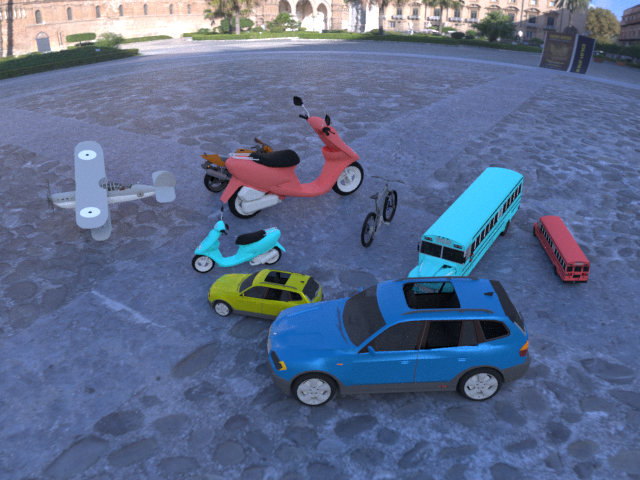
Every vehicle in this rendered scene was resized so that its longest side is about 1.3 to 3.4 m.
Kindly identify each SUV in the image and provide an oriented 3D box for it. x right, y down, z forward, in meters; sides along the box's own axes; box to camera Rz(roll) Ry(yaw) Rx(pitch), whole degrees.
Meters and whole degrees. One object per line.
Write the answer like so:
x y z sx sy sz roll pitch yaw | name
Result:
0.896 1.094 8.189 3.058 1.128 1.276 -1 29 -2 | SUV
-0.737 0.710 9.426 1.572 0.580 0.656 8 30 14 | SUV

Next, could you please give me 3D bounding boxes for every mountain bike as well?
0.977 -0.496 11.270 0.573 0.868 1.469 14 32 22 | mountain bike

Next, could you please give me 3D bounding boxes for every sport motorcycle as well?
-1.441 -1.353 12.836 1.520 0.821 0.506 -14 32 -23 | sport motorcycle

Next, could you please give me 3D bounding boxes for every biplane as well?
-3.449 -0.754 11.612 2.120 0.981 2.598 -8 30 -14 | biplane

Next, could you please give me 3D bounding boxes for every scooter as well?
-1.209 0.024 10.297 1.399 0.919 0.662 -7 30 -12 | scooter
-0.415 -1.369 11.881 2.721 1.786 1.288 -15 33 -24 | scooter

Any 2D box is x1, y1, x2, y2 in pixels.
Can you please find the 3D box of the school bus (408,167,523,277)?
2.262 -0.139 10.662 0.709 0.844 3.322 16 33 26 | school bus

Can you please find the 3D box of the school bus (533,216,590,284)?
3.648 0.082 10.686 0.365 0.434 1.708 0 29 0 | school bus
